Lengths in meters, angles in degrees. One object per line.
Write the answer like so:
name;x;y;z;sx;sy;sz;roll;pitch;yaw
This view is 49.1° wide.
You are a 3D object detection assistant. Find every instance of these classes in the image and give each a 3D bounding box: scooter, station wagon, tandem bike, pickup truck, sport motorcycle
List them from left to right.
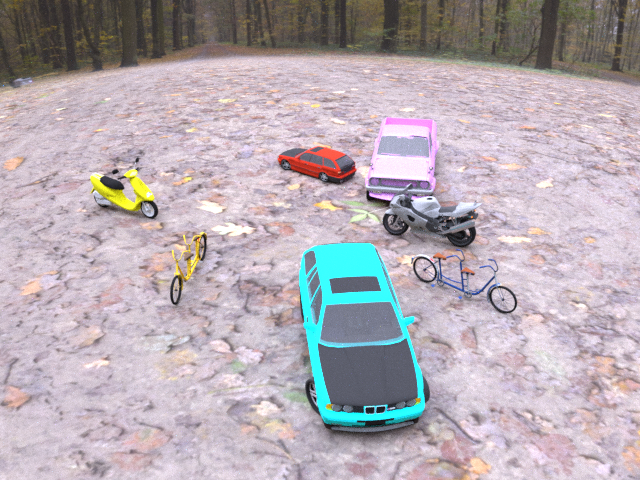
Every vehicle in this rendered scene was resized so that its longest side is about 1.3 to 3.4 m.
scooter;-3.323;-0.882;11.743;1.399;0.919;0.662;13;31;22
tandem bike;-1.843;0.261;9.872;0.283;0.682;1.642;4;29;7
station wagon;-0.083;-1.527;13.411;1.597;0.473;0.682;20;34;33
station wagon;0.413;0.949;8.343;1.327;0.920;3.105;-3;28;-5
pickup truck;1.588;-1.661;13.112;1.244;0.993;3.117;5;29;8
sport motorcycle;1.713;-0.359;10.875;1.520;0.821;0.506;10;30;19
tandem bike;1.929;0.472;9.480;1.642;0.682;0.283;22;35;35
